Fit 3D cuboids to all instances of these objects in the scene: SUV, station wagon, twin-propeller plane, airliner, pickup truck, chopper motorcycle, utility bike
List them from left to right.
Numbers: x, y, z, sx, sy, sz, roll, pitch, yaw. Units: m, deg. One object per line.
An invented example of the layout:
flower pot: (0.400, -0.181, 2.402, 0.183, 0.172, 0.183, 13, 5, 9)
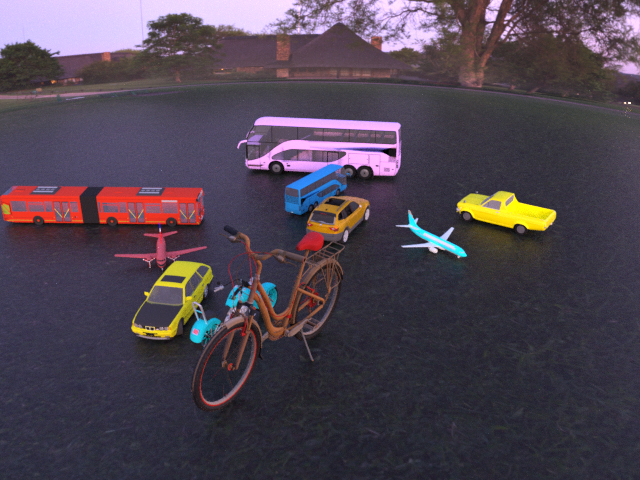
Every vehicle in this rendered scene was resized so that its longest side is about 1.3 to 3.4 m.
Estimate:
twin-propeller plane: (-2.429, 0.103, 10.692, 1.370, 0.407, 1.095, -5, 26, -11)
station wagon: (-1.938, 0.736, 9.271, 0.682, 0.473, 1.597, 5, 26, 10)
chopper motorcycle: (-1.042, 0.816, 8.765, 0.466, 0.761, 1.563, 16, 30, 30)
utility bike: (-0.389, 0.682, 7.786, 1.039, 1.839, 2.791, 16, 30, 31)
SUV: (0.321, -0.444, 11.647, 0.656, 0.580, 1.572, 11, 27, 22)
airliner: (1.825, -0.087, 11.067, 1.161, 0.429, 1.307, -18, 31, -34)
pickup truck: (3.146, -0.512, 11.875, 1.603, 0.511, 0.640, 16, 30, 31)

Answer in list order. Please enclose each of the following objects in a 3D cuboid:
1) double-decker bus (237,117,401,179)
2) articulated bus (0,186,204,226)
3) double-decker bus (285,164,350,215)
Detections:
double-decker bus: (0.003, -1.880, 14.139, 3.251, 1.052, 0.756, 4, 26, 8)
articulated bus: (-3.676, -0.592, 11.985, 3.401, 0.561, 0.605, 1, 25, 2)
double-decker bus: (-0.038, -0.950, 12.768, 0.389, 0.541, 1.672, 15, 29, 29)
